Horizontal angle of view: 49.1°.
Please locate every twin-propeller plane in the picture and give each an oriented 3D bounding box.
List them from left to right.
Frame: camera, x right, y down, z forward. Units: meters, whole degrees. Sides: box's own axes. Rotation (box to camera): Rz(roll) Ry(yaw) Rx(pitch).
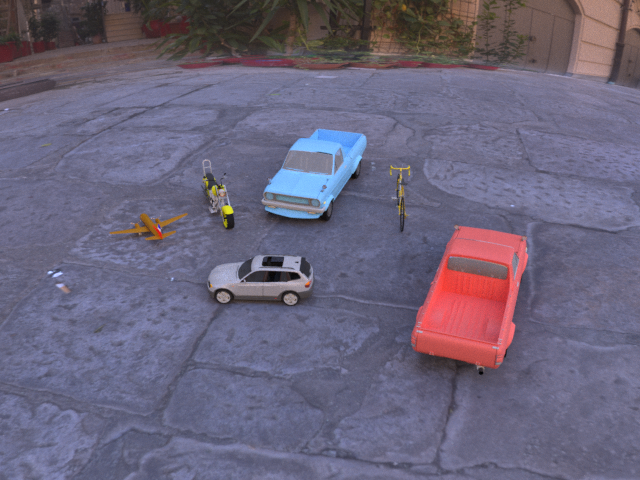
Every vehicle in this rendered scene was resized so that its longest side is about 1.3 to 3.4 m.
[{"bbox_3d":[-2.847,-0.269,11.801,1.370,0.407,1.095,-16,34,-26],"label":"twin-propeller plane"}]

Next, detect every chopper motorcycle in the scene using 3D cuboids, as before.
[{"bbox_3d":[-1.812,-0.816,12.402,0.466,0.761,1.563,-12,32,-20],"label":"chopper motorcycle"}]

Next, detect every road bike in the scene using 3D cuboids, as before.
[{"bbox_3d":[1.414,-0.781,12.249,0.358,0.852,1.545,1,30,1],"label":"road bike"}]

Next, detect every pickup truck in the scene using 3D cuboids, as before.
[{"bbox_3d":[-0.030,-1.397,13.186,1.244,0.993,3.117,9,31,16],"label":"pickup truck"},{"bbox_3d":[2.149,0.614,9.664,1.244,0.993,3.117,10,31,17],"label":"pickup truck"}]

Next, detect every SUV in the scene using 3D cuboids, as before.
[{"bbox_3d":[-0.859,0.540,10.209,1.572,0.580,0.656,2,30,3],"label":"SUV"}]
